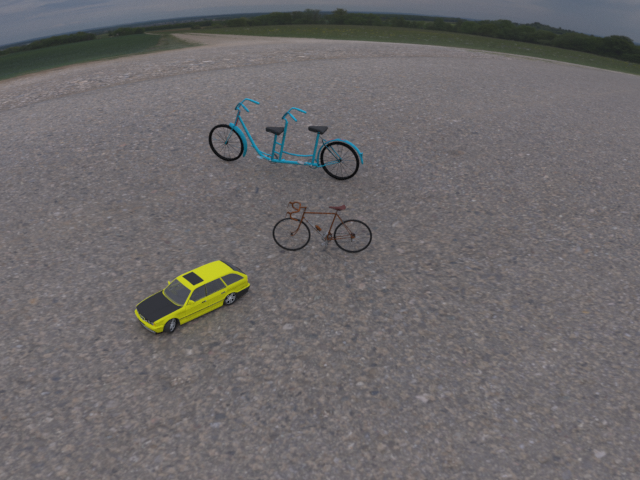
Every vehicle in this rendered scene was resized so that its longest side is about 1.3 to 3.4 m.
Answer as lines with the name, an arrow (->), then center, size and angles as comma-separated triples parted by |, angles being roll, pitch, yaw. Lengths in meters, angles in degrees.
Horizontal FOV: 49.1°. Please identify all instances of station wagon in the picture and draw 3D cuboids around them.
station wagon -> -1.753, 0.731, 9.613 | 1.597, 0.473, 0.682 | -24, 39, -34

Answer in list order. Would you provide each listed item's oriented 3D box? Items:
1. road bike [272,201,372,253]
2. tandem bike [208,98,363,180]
road bike -> 0.033, -0.181, 10.766 | 1.545, 0.852, 0.358 | 2, 31, 3
tandem bike -> -0.703, -1.906, 13.179 | 3.192, 1.326, 0.550 | 11, 33, 18
